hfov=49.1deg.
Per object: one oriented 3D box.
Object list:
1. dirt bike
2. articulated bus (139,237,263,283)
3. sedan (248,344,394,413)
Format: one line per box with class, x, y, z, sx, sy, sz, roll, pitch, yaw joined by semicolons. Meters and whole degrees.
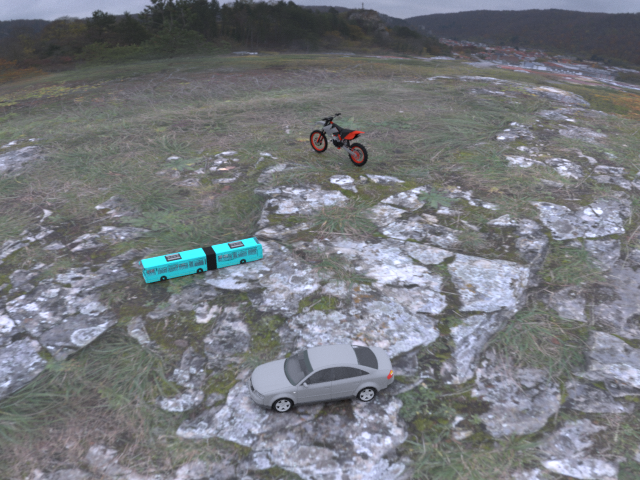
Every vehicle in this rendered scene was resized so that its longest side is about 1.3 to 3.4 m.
dirt bike;0.347;-1.979;13.665;1.493;0.857;0.527;23;36;36
articulated bus;-1.693;0.283;10.097;1.749;0.289;0.311;-12;31;-21
sedan;0.013;1.464;7.720;1.613;0.483;0.635;-5;29;-10
